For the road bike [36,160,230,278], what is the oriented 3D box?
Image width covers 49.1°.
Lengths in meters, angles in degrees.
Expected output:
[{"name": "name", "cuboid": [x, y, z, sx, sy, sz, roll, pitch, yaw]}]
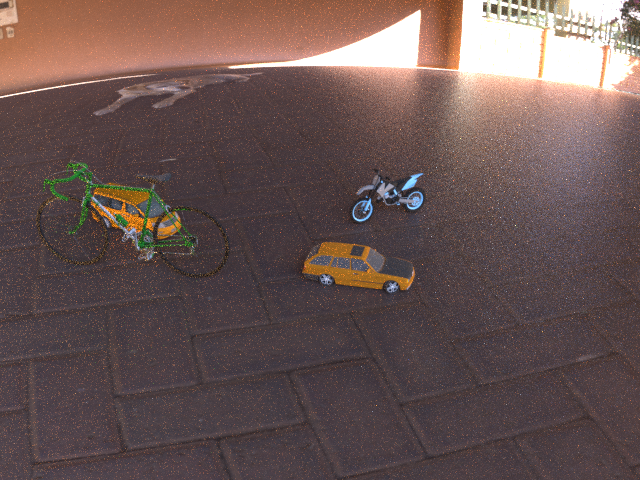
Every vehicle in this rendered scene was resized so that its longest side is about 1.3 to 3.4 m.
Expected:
[{"name": "road bike", "cuboid": [-2.745, -0.271, 10.050, 3.004, 1.656, 0.696, 5, 28, 10]}]

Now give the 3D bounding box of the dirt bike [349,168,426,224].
[{"name": "dirt bike", "cuboid": [1.170, -0.758, 11.823, 1.493, 0.857, 0.527, -13, 30, -22]}]

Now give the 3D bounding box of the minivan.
[{"name": "minivan", "cuboid": [-3.039, -0.481, 11.558, 1.548, 0.616, 0.681, 14, 31, 25]}]

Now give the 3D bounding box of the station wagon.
[{"name": "station wagon", "cuboid": [0.570, 0.362, 10.118, 1.597, 0.473, 0.682, 6, 29, 12]}]
